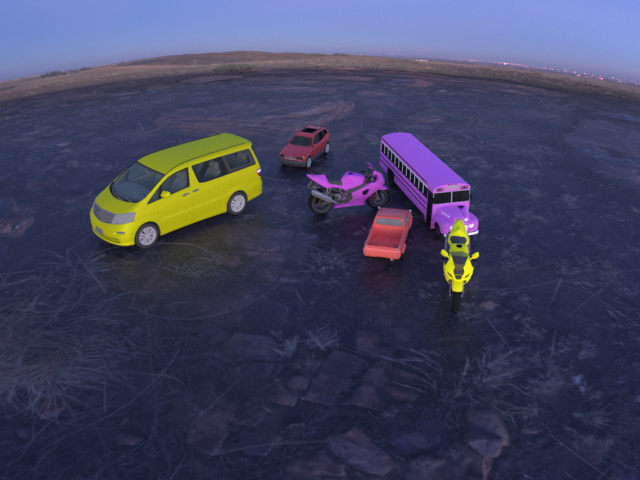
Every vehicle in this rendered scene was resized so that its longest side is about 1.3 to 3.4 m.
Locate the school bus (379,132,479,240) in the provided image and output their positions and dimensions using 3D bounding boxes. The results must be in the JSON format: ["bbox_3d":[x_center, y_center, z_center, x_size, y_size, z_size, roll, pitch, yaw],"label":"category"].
[{"bbox_3d":[1.902,-1.030,12.579,0.709,0.844,3.322,-6,28,-12],"label":"school bus"}]

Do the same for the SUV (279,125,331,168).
[{"bbox_3d":[-0.303,-1.997,14.772,0.656,0.580,1.572,11,29,21],"label":"SUV"}]

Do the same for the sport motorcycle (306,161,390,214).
[{"bbox_3d":[0.504,-0.883,12.316,1.520,0.821,0.506,-6,28,-12],"label":"sport motorcycle"}]

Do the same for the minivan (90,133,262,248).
[{"bbox_3d":[-2.432,-0.898,11.931,3.011,1.197,1.324,-24,35,-38],"label":"minivan"}]

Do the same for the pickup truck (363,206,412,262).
[{"bbox_3d":[1.107,-0.156,11.228,0.640,0.511,1.603,6,28,12],"label":"pickup truck"}]

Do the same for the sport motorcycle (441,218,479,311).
[{"bbox_3d":[1.945,0.338,9.914,0.506,0.821,1.520,4,27,9],"label":"sport motorcycle"}]
